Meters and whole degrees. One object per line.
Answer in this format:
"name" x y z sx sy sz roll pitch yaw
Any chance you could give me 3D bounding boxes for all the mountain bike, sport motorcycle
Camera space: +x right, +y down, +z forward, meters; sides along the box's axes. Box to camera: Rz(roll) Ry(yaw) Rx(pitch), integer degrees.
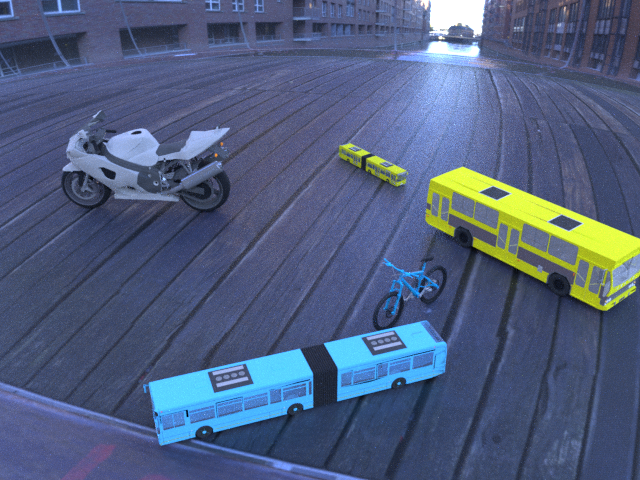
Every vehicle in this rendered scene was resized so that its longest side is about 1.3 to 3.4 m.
"mountain bike" 1.209 0.629 9.192 1.469 0.868 0.573 -25 38 -37
"sport motorcycle" -2.929 -1.233 11.697 2.955 1.596 0.983 1 30 3

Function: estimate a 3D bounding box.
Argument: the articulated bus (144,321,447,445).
"articulated bus" -0.201 1.563 7.877 3.401 0.561 0.605 -10 31 -17

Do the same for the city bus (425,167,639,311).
"city bus" 3.048 -0.084 10.405 0.926 0.894 3.255 -22 37 -33

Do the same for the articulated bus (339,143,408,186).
"articulated bus" 0.989 -1.458 13.399 0.311 0.289 1.749 -20 36 -31
